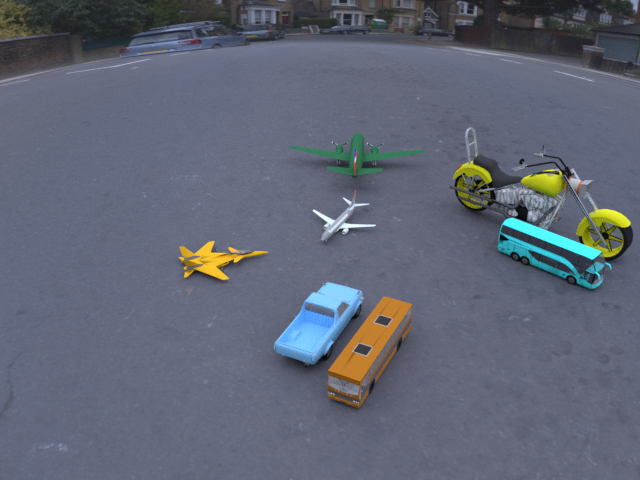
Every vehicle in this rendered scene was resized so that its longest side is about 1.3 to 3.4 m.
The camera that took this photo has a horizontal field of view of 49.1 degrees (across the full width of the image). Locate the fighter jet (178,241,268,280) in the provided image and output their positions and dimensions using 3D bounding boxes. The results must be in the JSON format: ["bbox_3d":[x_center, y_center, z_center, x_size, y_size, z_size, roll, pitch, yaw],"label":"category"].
[{"bbox_3d":[-1.449,0.222,10.686,1.358,0.286,1.147,-9,32,-16],"label":"fighter jet"}]

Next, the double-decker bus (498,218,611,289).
[{"bbox_3d":[3.468,0.201,10.472,1.672,0.541,0.389,26,39,37],"label":"double-decker bus"}]

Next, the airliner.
[{"bbox_3d":[0.329,-0.389,11.579,1.161,0.429,1.307,15,34,23],"label":"airliner"}]

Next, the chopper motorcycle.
[{"bbox_3d":[3.501,-0.765,11.182,3.040,1.480,0.906,24,38,34],"label":"chopper motorcycle"}]

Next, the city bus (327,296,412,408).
[{"bbox_3d":[0.643,1.349,8.610,0.476,0.460,1.674,15,34,23],"label":"city bus"}]

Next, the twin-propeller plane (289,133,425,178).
[{"bbox_3d":[0.706,-1.734,13.496,2.663,0.792,2.129,2,31,4],"label":"twin-propeller plane"}]

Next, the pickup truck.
[{"bbox_3d":[0.014,1.024,9.109,0.640,0.511,1.603,14,33,22],"label":"pickup truck"}]
